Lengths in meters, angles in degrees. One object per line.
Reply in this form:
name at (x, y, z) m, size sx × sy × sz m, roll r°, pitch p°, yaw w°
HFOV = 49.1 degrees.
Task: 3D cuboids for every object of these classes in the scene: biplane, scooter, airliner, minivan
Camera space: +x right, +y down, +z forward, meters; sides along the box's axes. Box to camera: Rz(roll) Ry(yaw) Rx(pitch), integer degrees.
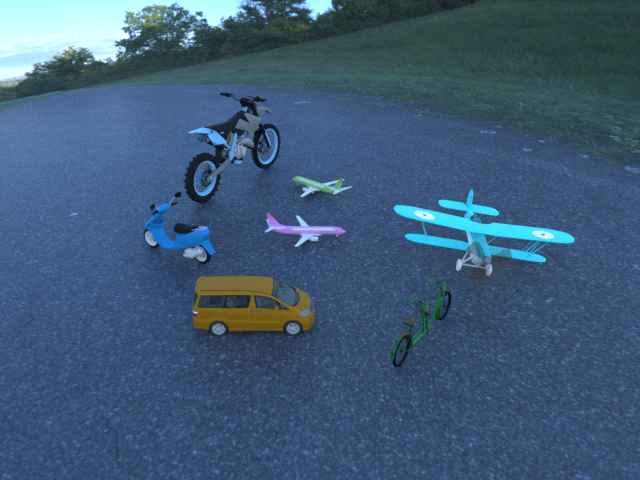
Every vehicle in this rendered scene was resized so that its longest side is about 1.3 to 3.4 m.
biplane at (2.370, -0.121, 10.451) m, size 2.598 × 0.981 × 2.120 m, roll 1°, pitch 26°, yaw 3°
scooter at (-2.183, -0.175, 10.632) m, size 1.399 × 0.919 × 0.662 m, roll 15°, pitch 30°, yaw 28°
airliner at (-0.231, -0.241, 11.318) m, size 1.307 × 0.429 × 1.161 m, roll 0°, pitch 26°, yaw -1°
minivan at (-0.844, 0.812, 8.971) m, size 1.548 × 0.616 × 0.681 m, roll 0°, pitch 26°, yaw -1°
airliner at (-0.050, -1.098, 13.057) m, size 1.307 × 0.429 × 1.161 m, roll 22°, pitch 34°, yaw 38°

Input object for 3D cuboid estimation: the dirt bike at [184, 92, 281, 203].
dirt bike at (-1.598, -1.838, 13.158) m, size 1.024 × 1.666 × 2.903 m, roll 15°, pitch 30°, yaw 27°

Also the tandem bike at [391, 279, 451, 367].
tandem bike at (1.273, 0.961, 8.594) m, size 0.283 × 0.682 × 1.642 m, roll 16°, pitch 31°, yaw 30°
